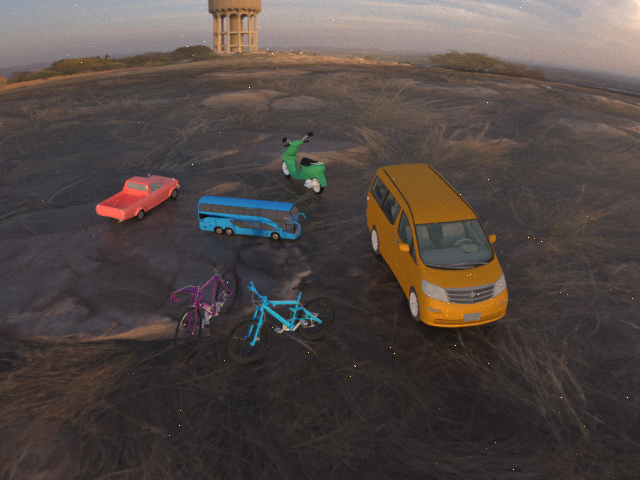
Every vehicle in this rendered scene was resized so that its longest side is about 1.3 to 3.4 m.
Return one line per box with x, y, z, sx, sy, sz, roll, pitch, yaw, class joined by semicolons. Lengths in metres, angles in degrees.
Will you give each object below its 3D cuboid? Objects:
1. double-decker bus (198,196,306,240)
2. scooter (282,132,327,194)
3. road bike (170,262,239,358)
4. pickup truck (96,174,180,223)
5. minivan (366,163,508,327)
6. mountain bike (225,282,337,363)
-1.082;-0.347;10.996;1.672;0.541;0.389;6;28;11;double-decker bus
-0.310;-1.418;12.679;0.662;0.919;1.399;-17;32;-30;scooter
-1.355;0.761;8.485;0.358;0.852;1.545;10;29;19;road bike
-3.052;-0.763;11.845;0.640;0.511;1.603;12;29;21;pickup truck
1.532;-0.016;9.628;1.324;1.197;3.011;-5;28;-10;minivan
-0.433;0.916;8.163;1.469;0.868;0.573;-15;31;-27;mountain bike
